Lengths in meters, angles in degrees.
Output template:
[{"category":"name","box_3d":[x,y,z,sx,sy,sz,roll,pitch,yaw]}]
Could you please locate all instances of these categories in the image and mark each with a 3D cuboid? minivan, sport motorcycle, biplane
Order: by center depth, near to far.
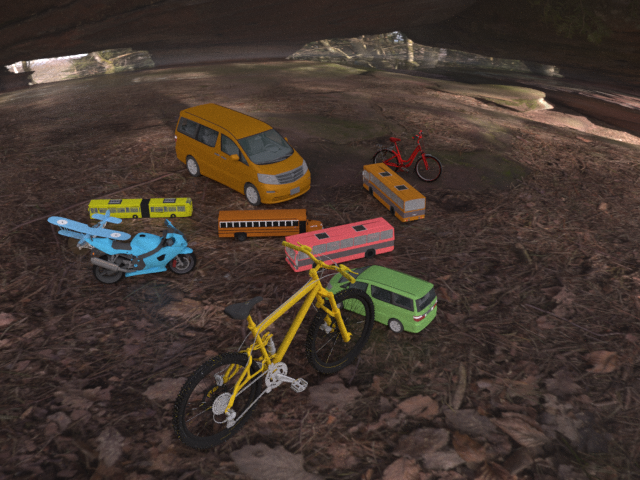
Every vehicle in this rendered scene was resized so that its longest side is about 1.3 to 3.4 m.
[{"category":"minivan","box_3d":[0.795,0.716,9.451,1.548,0.616,0.681,19,34,31]},{"category":"sport motorcycle","box_3d":[-2.576,0.209,10.166,1.520,0.821,0.506,-7,29,-12]},{"category":"biplane","box_3d":[-3.569,-0.136,11.132,1.336,0.504,1.090,6,29,10]},{"category":"minivan","box_3d":[-1.492,-1.657,13.204,1.324,1.197,3.011,-25,37,-38]}]

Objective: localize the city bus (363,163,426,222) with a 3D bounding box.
[{"category":"city bus","box_3d":[1.292,-0.848,12.487,0.476,0.460,1.674,-11,30,-19]}]

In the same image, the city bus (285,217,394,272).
[{"category":"city bus","box_3d":[0.312,0.081,10.780,1.674,0.460,0.476,-12,31,-21]}]

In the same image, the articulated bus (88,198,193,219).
[{"category":"articulated bus","box_3d":[-3.105,-0.549,12.116,1.749,0.289,0.311,-1,29,-2]}]

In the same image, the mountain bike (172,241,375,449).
[{"category":"mountain bike","box_3d":[-0.391,1.106,7.611,2.857,1.688,1.114,-24,37,-37]}]

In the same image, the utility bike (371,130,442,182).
[{"category":"utility bike","box_3d":[1.671,-1.639,13.433,1.435,0.946,0.535,11,31,20]}]

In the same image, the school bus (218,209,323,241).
[{"category":"school bus","box_3d":[-0.797,-0.255,11.424,1.708,0.434,0.365,-1,29,-2]}]
